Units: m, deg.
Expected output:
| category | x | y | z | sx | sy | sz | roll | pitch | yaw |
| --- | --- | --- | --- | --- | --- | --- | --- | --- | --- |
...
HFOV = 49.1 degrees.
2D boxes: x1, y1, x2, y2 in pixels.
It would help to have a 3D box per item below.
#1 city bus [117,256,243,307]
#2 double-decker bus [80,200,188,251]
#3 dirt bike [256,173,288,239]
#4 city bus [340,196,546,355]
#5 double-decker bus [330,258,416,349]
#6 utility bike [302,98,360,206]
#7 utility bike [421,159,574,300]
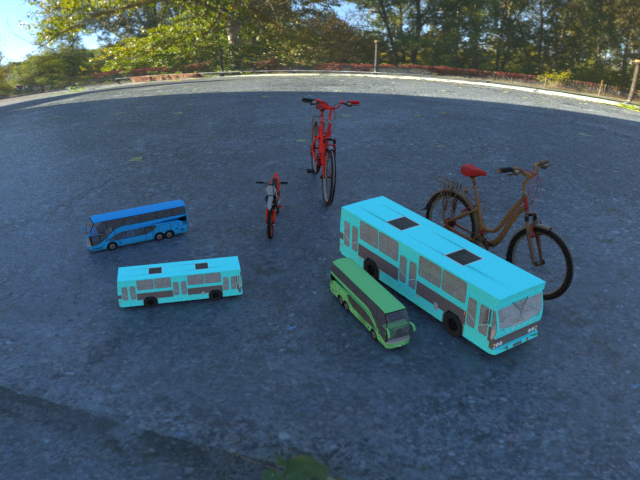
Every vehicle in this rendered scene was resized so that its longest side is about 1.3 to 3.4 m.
| category | x | y | z | sx | sy | sz | roll | pitch | yaw |
| --- | --- | --- | --- | --- | --- | --- | --- | --- | --- |
| city bus | -1.937 | 0.594 | 9.726 | 1.674 | 0.460 | 0.476 | -5 | 27 | -11 |
| double-decker bus | -2.973 | -0.231 | 11.297 | 1.672 | 0.541 | 0.389 | -13 | 29 | -24 |
| dirt bike | -0.781 | -0.645 | 11.776 | 0.527 | 0.857 | 1.493 | 1 | 26 | 2 |
| city bus | 1.518 | 0.397 | 9.635 | 0.926 | 0.894 | 3.255 | -16 | 31 | -29 |
| double-decker bus | 0.641 | 0.817 | 9.185 | 0.389 | 0.541 | 1.672 | -12 | 29 | -23 |
| utility bike | 0.145 | -1.864 | 13.130 | 1.039 | 1.839 | 2.791 | -4 | 27 | -7 |
| utility bike | 2.569 | -0.369 | 10.116 | 1.039 | 1.839 | 2.791 | -19 | 32 | -33 |
